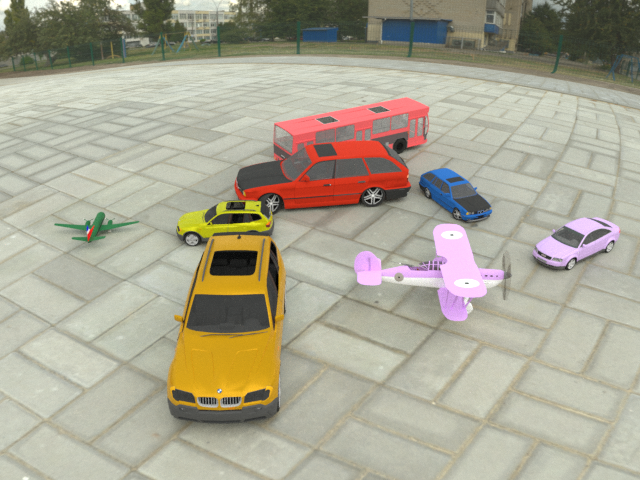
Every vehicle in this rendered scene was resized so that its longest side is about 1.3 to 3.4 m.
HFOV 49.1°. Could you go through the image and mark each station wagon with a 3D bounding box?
[{"bbox_3d":[0.020,-1.185,12.501,3.105,0.920,1.327,-5,30,-9],"label":"station wagon"},{"bbox_3d":[2.382,-0.839,12.340,0.682,0.473,1.597,-12,31,-21],"label":"station wagon"}]

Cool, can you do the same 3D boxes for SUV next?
[{"bbox_3d":[-1.524,-0.304,11.272,1.572,0.580,0.656,-1,29,-2],"label":"SUV"},{"bbox_3d":[-1.055,0.918,8.520,1.276,1.128,3.058,0,29,0],"label":"SUV"}]

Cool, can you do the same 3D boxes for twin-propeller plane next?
[{"bbox_3d":[-3.647,-0.257,11.365,1.370,0.407,1.095,-2,29,-3],"label":"twin-propeller plane"}]

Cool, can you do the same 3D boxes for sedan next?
[{"bbox_3d":[3.983,-0.006,10.838,1.613,0.483,0.635,-19,34,-30],"label":"sedan"}]

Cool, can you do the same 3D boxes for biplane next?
[{"bbox_3d":[1.524,0.450,9.509,2.120,0.981,2.598,2,29,4],"label":"biplane"}]

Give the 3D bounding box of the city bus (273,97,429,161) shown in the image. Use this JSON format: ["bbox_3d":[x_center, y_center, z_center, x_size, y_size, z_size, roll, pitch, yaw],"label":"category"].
[{"bbox_3d":[0.680,-2.113,14.191,3.255,0.894,0.926,-16,33,-26],"label":"city bus"}]
